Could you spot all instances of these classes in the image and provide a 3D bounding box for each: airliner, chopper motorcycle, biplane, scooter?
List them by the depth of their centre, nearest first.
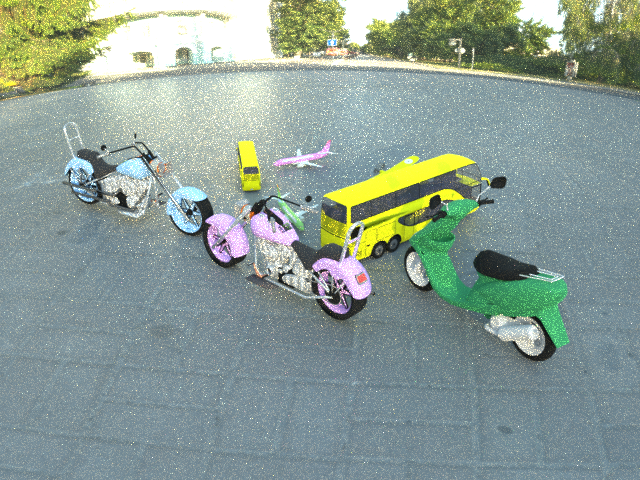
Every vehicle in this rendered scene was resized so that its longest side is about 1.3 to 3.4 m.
[{"bbox_3d":[1.982,0.260,8.663,1.288,1.786,2.721,-17,31,-30],"label":"scooter"},{"bbox_3d":[-0.553,0.038,9.451,3.040,1.480,0.906,22,34,37],"label":"chopper motorcycle"},{"bbox_3d":[-3.081,-1.029,11.590,3.040,1.480,0.906,14,30,26],"label":"chopper motorcycle"},{"bbox_3d":[-0.516,-0.539,11.784,1.161,0.429,1.307,-10,28,-20],"label":"airliner"},{"bbox_3d":[1.445,-1.100,12.825,1.336,0.504,1.090,-22,34,-37],"label":"biplane"},{"bbox_3d":[-0.342,-1.738,14.188,1.307,0.429,1.161,-12,29,-22],"label":"airliner"}]

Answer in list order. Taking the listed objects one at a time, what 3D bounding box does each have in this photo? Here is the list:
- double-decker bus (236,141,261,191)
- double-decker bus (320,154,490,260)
[{"bbox_3d":[-1.383,-1.459,13.502,0.389,0.541,1.672,-4,27,-8],"label":"double-decker bus"},{"bbox_3d":[1.404,-0.576,11.160,3.251,1.052,0.756,-21,33,-36],"label":"double-decker bus"}]
